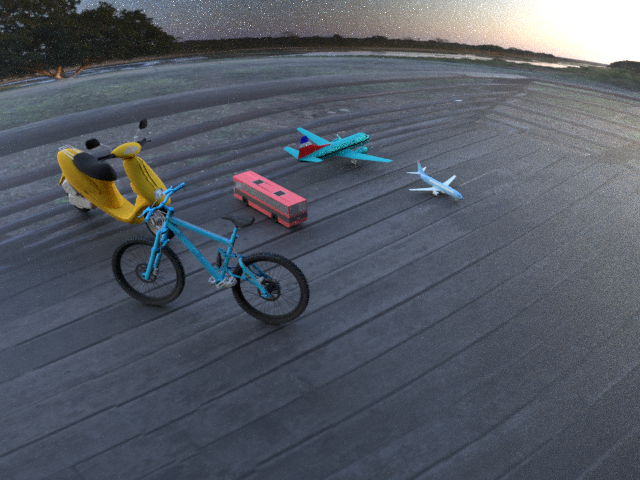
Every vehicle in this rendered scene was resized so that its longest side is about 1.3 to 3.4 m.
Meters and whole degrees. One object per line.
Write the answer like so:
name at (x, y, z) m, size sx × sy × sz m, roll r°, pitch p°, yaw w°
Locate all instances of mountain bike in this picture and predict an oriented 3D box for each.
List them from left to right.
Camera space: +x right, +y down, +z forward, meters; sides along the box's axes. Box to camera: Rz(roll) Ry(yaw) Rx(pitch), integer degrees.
mountain bike at (-1.520, 0.276, 9.363) m, size 2.857 × 1.688 × 1.114 m, roll 7°, pitch 30°, yaw 13°

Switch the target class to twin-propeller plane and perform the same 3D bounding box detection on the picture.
twin-propeller plane at (0.323, -1.980, 14.371) m, size 2.129 × 0.792 × 2.663 m, roll -25°, pitch 38°, yaw -38°

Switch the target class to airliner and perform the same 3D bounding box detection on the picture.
airliner at (2.236, -1.117, 13.185) m, size 1.161 × 0.429 × 1.307 m, roll -18°, pitch 34°, yaw -29°

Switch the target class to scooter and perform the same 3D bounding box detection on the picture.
scooter at (-3.474, -1.063, 11.685) m, size 2.721 × 1.786 × 1.288 m, roll 17°, pitch 33°, yaw 28°

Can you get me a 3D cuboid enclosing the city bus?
city bus at (-0.905, -0.725, 12.443) m, size 0.476 × 0.460 × 1.674 m, roll -22°, pitch 36°, yaw -34°
